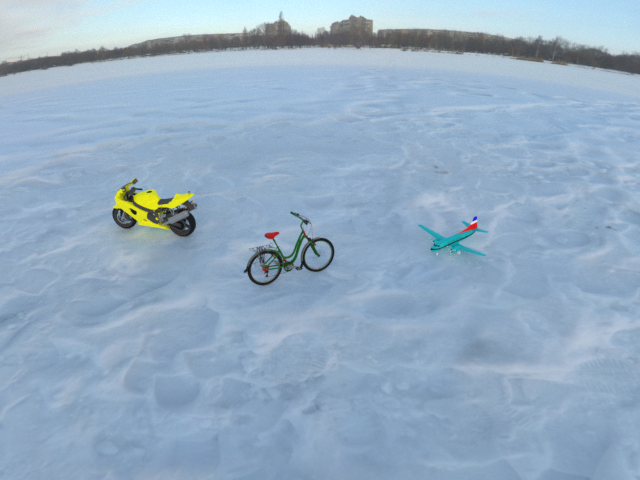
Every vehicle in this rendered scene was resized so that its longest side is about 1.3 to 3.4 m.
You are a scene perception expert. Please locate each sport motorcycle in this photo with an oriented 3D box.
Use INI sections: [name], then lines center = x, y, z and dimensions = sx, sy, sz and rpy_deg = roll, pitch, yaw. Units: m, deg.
[sport motorcycle]
center = -2.711, -0.499, 11.373
dimensions = 1.520, 0.821, 0.506
rpy_deg = 7, 28, 14

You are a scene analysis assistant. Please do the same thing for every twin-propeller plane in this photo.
[twin-propeller plane]
center = 2.117, -0.062, 10.978
dimensions = 1.095, 0.407, 1.370
rpy_deg = -20, 34, -34

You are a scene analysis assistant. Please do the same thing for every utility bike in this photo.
[utility bike]
center = -0.453, 0.109, 10.060
dimensions = 1.435, 0.946, 0.535
rpy_deg = -13, 30, -23
